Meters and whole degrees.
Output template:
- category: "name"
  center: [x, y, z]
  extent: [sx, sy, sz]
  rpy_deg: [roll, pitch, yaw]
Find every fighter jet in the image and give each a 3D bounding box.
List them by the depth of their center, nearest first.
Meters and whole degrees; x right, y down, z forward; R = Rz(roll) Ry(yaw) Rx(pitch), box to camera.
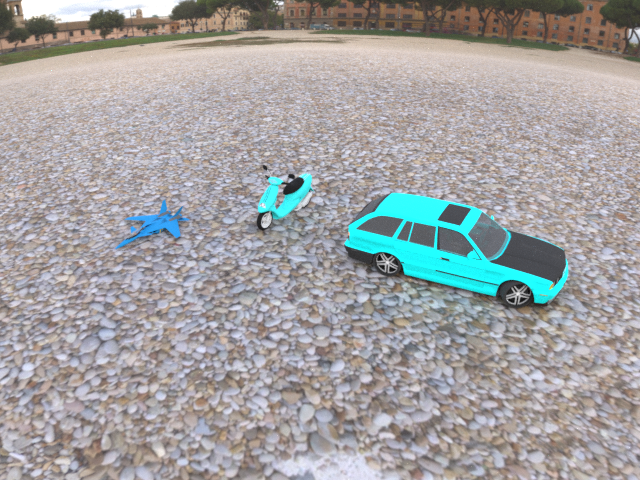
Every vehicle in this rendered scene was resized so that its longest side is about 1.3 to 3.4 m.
- category: "fighter jet"
  center: [-2.744, -0.219, 11.080]
  extent: [1.147, 0.286, 1.358]
  rpy_deg: [17, 34, 28]

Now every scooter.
- category: "scooter"
  center: [-0.563, -0.779, 11.428]
  extent: [0.662, 0.919, 1.399]
  rpy_deg: [21, 36, 32]

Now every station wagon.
- category: "station wagon"
  center: [1.942, 0.043, 9.971]
  extent: [3.105, 0.920, 1.327]
  rpy_deg: [14, 32, 23]
